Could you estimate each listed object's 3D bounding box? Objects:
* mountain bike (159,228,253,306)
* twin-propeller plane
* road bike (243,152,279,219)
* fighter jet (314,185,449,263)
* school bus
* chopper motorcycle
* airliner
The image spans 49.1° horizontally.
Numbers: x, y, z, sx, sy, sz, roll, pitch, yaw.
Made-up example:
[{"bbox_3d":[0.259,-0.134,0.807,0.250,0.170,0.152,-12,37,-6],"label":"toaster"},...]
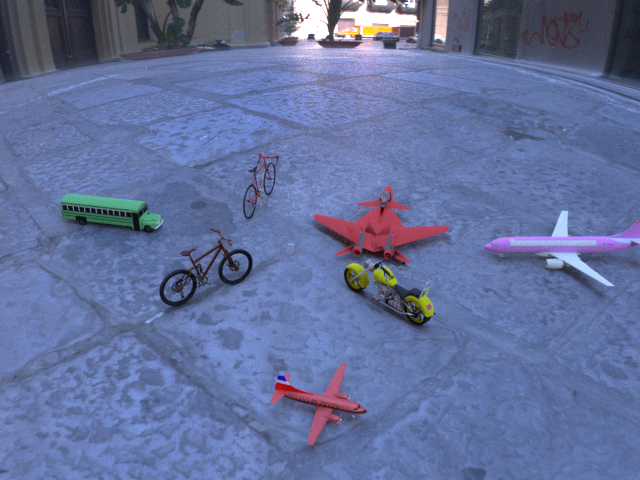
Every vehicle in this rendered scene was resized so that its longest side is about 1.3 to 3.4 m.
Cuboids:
[{"bbox_3d":[-1.587,0.393,9.826,1.469,0.868,0.573,-20,36,-31],"label":"mountain bike"},{"bbox_3d":[0.002,1.774,7.900,1.095,0.407,1.370,9,31,15],"label":"twin-propeller plane"},{"bbox_3d":[-1.049,-0.991,12.230,0.358,0.852,1.545,9,31,14],"label":"road bike"},{"bbox_3d":[1.038,-0.510,11.694,2.229,0.557,2.640,6,31,9],"label":"fighter jet"},{"bbox_3d":[-3.484,-0.461,11.733,1.708,0.434,0.365,7,31,11],"label":"school bus"},{"bbox_3d":[0.919,0.599,9.576,0.466,0.761,1.563,-25,38,-36],"label":"chopper motorcycle"},{"bbox_3d":[3.803,-0.084,10.681,2.541,0.835,2.257,0,30,1],"label":"airliner"}]
